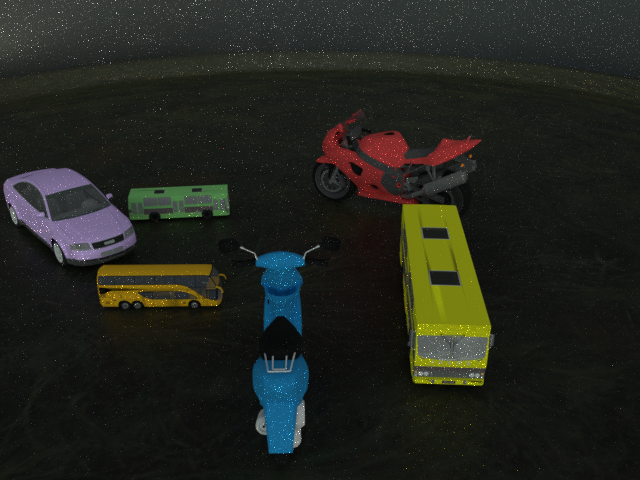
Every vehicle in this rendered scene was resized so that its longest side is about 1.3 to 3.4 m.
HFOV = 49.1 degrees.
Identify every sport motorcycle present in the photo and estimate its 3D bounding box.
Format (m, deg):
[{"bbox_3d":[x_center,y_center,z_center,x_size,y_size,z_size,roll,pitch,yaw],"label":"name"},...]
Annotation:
[{"bbox_3d":[1.213,-1.232,11.922,2.955,1.596,0.983,12,29,22],"label":"sport motorcycle"}]

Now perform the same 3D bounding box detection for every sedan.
[{"bbox_3d":[-4.069,-0.520,11.229,1.235,0.940,3.137,-21,33,-36],"label":"sedan"}]

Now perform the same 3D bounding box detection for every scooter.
[{"bbox_3d":[-0.407,0.919,7.390,1.288,1.786,2.721,-1,26,-2],"label":"scooter"}]

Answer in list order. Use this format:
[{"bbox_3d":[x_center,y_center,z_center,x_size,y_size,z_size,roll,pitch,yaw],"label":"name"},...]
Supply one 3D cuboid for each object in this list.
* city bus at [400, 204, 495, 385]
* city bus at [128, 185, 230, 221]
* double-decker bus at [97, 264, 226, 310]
[{"bbox_3d":[1.514,0.586,9.059,0.926,0.894,3.255,1,27,3],"label":"city bus"},{"bbox_3d":[-2.399,-0.628,11.985,1.674,0.460,0.476,-3,27,-6],"label":"city bus"},{"bbox_3d":[-2.111,0.619,9.389,1.672,0.541,0.389,0,26,-1],"label":"double-decker bus"}]
